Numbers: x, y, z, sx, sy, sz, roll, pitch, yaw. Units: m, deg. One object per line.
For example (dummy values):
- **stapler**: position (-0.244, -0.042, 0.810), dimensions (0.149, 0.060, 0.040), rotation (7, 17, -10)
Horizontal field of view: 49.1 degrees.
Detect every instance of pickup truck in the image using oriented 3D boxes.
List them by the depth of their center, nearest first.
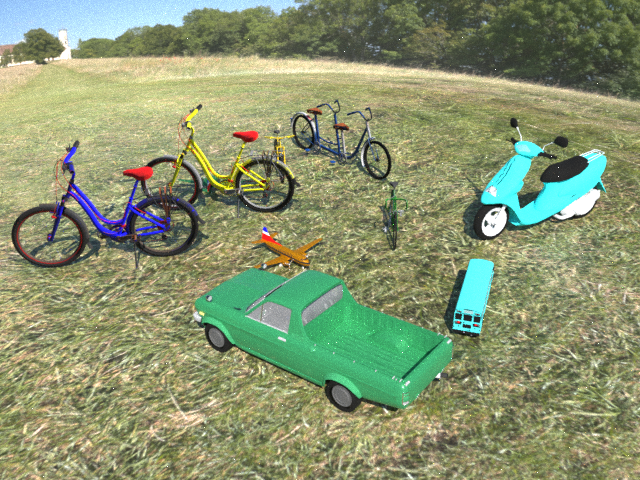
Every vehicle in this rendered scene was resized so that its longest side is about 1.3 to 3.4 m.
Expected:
- **pickup truck**: position (-0.043, 1.004, 8.208), dimensions (3.117, 0.993, 1.244), rotation (18, 31, 32)

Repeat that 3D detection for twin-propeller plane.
- **twin-propeller plane**: position (-0.531, 0.129, 10.654), dimensions (1.370, 0.407, 1.095), rotation (-24, 35, -39)
- **twin-propeller plane**: position (-2.024, -1.128, 13.213), dimensions (1.370, 0.407, 1.095), rotation (1, 26, 2)

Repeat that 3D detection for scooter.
- **scooter**: position (3.676, -1.016, 11.421), dimensions (2.721, 1.786, 1.288), rotation (-12, 29, -23)

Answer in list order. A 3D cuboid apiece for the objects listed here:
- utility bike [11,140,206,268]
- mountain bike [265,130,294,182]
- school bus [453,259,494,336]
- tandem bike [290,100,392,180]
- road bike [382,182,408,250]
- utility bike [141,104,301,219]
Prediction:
- **utility bike**: position (-3.088, -0.434, 10.176), dimensions (2.791, 1.839, 1.039), rotation (-6, 27, -11)
- **mountain bike**: position (-0.819, -1.732, 13.920), dimensions (0.573, 0.868, 1.469), rotation (-4, 26, -8)
- **school bus**: position (2.099, 0.704, 9.452), dimensions (0.365, 0.434, 1.708), rotation (8, 27, 16)
- **tandem bike**: position (0.359, -2.211, 14.377), dimensions (0.550, 1.326, 3.192), rotation (-20, 32, -34)
- **road bike**: position (1.198, -0.466, 11.360), dimensions (0.358, 0.852, 1.545), rotation (1, 26, 2)
- **utility bike**: position (-1.728, -1.261, 11.859), dimensions (2.791, 1.839, 1.039), rotation (1, 26, 2)
